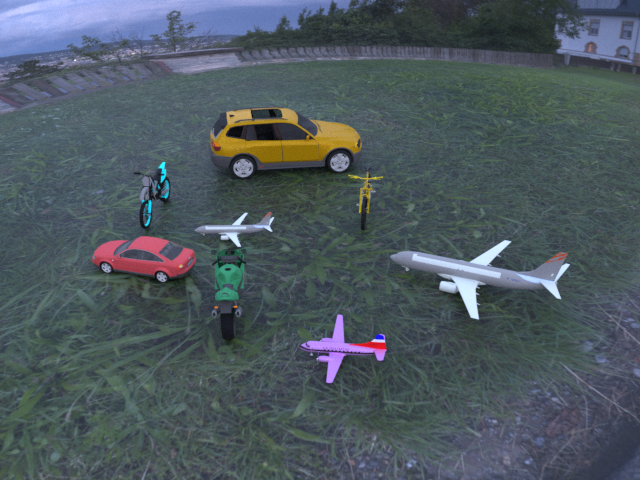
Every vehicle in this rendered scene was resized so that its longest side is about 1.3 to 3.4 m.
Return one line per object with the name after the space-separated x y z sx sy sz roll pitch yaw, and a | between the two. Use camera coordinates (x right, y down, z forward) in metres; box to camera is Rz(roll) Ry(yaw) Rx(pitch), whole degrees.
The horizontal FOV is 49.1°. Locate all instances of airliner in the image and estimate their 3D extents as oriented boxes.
-1.418 -0.263 11.500 1.307 0.429 1.161 0 29 0 | airliner
2.225 0.303 10.083 2.541 0.835 2.257 12 32 21 | airliner

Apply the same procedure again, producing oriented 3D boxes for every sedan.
-2.677 0.226 10.578 1.613 0.483 0.635 8 30 14 | sedan

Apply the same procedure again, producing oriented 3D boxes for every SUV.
-0.682 -2.009 13.884 3.058 1.128 1.276 -4 30 -7 | SUV

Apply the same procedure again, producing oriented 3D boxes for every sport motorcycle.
-1.225 0.670 9.448 0.506 0.821 1.520 -2 29 -3 | sport motorcycle

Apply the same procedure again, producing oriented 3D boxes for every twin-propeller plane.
0.282 1.312 8.731 1.095 0.407 1.370 3 30 6 | twin-propeller plane

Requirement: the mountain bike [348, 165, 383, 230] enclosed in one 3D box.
0.791 -0.808 12.019 0.573 0.868 1.469 4 30 7 | mountain bike

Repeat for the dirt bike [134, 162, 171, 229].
-2.850 -0.833 12.075 0.527 0.857 1.493 3 30 6 | dirt bike
